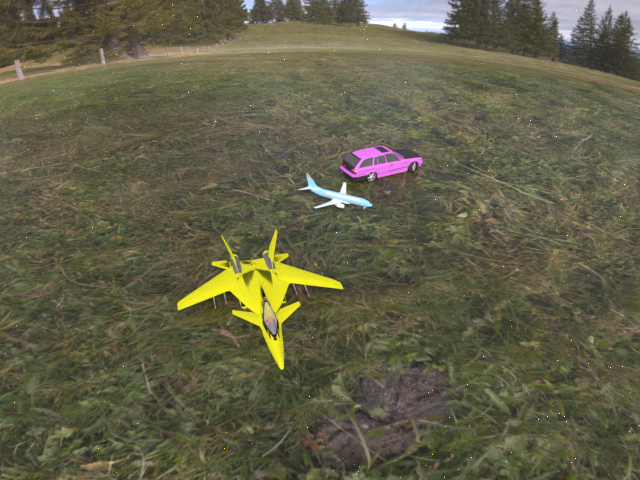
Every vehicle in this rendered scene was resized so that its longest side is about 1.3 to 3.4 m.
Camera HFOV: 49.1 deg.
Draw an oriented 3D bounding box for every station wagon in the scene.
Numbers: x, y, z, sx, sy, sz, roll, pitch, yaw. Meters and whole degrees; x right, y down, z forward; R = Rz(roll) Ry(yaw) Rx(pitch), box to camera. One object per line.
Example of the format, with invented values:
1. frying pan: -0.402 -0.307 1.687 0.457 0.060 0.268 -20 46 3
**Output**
1. station wagon: 1.188 -1.505 13.247 1.597 0.473 0.682 -15 32 -24

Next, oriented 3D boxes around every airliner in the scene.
1. airliner: 0.310 -0.840 12.104 1.307 0.429 1.161 14 32 24

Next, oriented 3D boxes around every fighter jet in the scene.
1. fighter jet: -0.738 0.727 9.174 2.229 0.557 2.640 -6 30 -11
